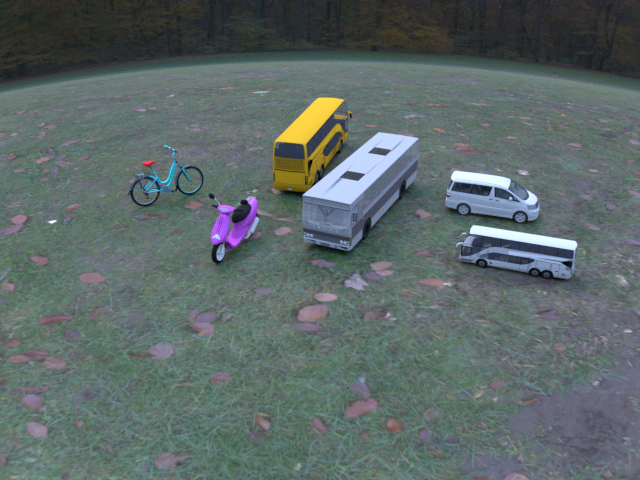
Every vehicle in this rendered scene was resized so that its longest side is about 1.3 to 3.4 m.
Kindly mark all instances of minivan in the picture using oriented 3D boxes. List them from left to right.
[{"bbox_3d":[2.937,-0.748,11.877,1.548,0.616,0.681,9,29,17],"label":"minivan"}]

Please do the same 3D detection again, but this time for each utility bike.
[{"bbox_3d":[-2.737,-1.150,12.290,1.435,0.946,0.535,-18,32,-30],"label":"utility bike"}]

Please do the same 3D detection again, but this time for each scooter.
[{"bbox_3d":[-1.300,-0.302,10.695,0.662,0.919,1.399,11,30,20],"label":"scooter"}]

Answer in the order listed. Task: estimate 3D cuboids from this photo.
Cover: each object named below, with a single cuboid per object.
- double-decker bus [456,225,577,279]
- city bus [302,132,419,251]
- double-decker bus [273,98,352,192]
[{"bbox_3d":[2.843,0.170,10.199,1.672,0.541,0.389,10,29,19],"label":"double-decker bus"},{"bbox_3d":[0.769,-0.875,11.819,0.926,0.894,3.255,12,30,22],"label":"city bus"},{"bbox_3d":[-0.107,-1.947,13.703,0.756,1.052,3.251,7,28,14],"label":"double-decker bus"}]
